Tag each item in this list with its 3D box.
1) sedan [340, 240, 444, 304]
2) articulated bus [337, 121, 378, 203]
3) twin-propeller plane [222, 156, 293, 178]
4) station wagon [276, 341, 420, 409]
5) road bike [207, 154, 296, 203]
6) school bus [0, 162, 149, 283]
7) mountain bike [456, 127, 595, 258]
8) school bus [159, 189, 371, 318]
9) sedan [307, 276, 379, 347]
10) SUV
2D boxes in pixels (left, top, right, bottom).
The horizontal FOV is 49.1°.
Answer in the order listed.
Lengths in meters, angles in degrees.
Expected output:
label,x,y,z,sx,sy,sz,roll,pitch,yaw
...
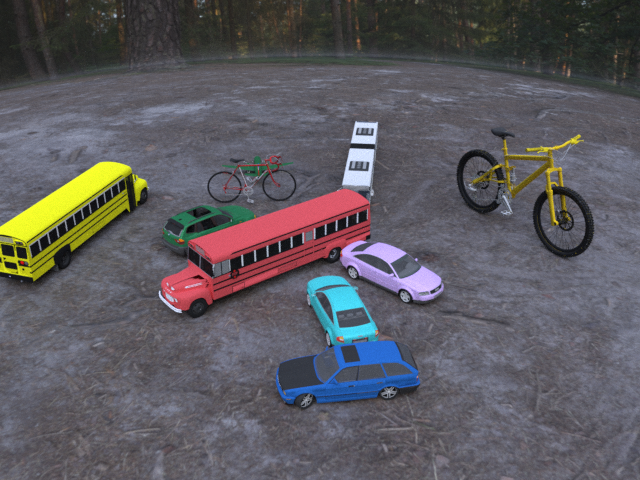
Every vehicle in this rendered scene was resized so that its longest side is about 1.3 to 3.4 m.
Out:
label,x,y,z,sx,sy,sz,roll,pitch,yaw
sedan,0.999,0.391,9.853,1.613,0.483,0.635,24,36,37
articulated bus,0.779,-1.462,13.203,0.605,0.561,3.401,3,29,6
twin-propeller plane,-1.180,-1.433,13.311,1.370,0.407,1.095,-3,29,-6
station wagon,0.300,1.466,7.873,1.597,0.473,0.682,-4,29,-8
road bike,-1.183,-1.046,12.126,1.545,0.852,0.358,-2,28,-4
school bus,-3.777,-0.433,11.000,0.709,0.844,3.322,8,29,15
mountain bike,3.146,-0.890,10.957,1.114,1.688,2.857,-16,32,-27
school bus,-0.718,0.122,9.971,3.322,0.844,0.709,-21,35,-33
sedan,0.258,0.854,8.995,0.635,0.483,1.613,-8,29,-14
SUV,-1.709,-0.243,10.925,1.572,0.580,0.656,-25,37,-38
